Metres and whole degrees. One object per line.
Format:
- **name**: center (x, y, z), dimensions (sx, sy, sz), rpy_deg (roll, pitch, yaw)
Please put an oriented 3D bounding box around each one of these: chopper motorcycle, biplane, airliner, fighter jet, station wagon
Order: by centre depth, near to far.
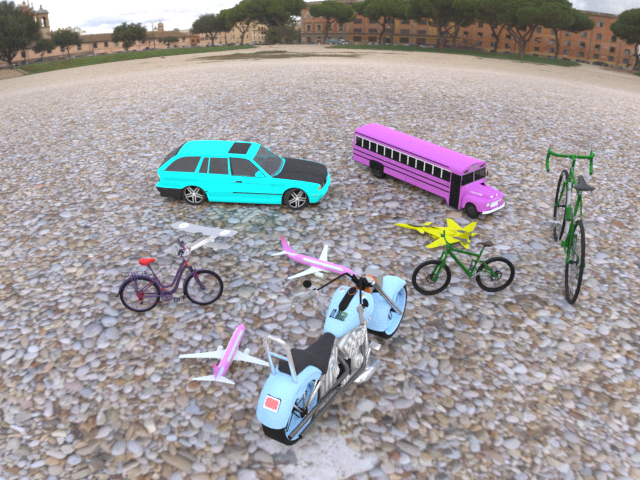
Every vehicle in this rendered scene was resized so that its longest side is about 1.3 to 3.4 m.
- **chopper motorcycle**: center (0.273, 1.004, 7.856), dimensions (0.906, 1.480, 3.040), rpy_deg (15, 31, 27)
- **airliner**: center (-1.096, 1.293, 8.434), dimensions (1.161, 0.429, 1.307), rpy_deg (4, 28, 8)
- **airliner**: center (-0.047, 0.265, 10.381), dimensions (1.307, 0.429, 1.161), rpy_deg (14, 31, 25)
- **biplane**: center (-1.895, 0.016, 10.773), dimensions (1.336, 0.504, 1.090), rpy_deg (18, 33, 30)
- **fighter jet**: center (1.847, -0.205, 11.426), dimensions (1.358, 0.286, 1.147), rpy_deg (13, 30, 23)
- **station wagon**: center (-1.359, -1.245, 12.717), dimensions (3.105, 0.920, 1.327), rpy_deg (3, 28, 6)

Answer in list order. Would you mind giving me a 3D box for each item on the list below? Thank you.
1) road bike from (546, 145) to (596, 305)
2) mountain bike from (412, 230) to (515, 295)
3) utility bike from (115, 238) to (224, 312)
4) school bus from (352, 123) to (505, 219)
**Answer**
- **road bike**: center (3.648, -0.339, 10.212), dimensions (0.696, 1.656, 3.004), rpy_deg (5, 28, 10)
- **mountain bike**: center (2.006, 0.367, 9.718), dimensions (1.469, 0.868, 0.573), rpy_deg (-2, 28, -5)
- **utility bike**: center (-2.034, 0.486, 9.409), dimensions (1.435, 0.946, 0.535), rpy_deg (-5, 28, -10)
- **school bus**: center (1.957, -1.336, 12.972), dimensions (0.709, 0.844, 3.322), rpy_deg (-21, 34, -34)
